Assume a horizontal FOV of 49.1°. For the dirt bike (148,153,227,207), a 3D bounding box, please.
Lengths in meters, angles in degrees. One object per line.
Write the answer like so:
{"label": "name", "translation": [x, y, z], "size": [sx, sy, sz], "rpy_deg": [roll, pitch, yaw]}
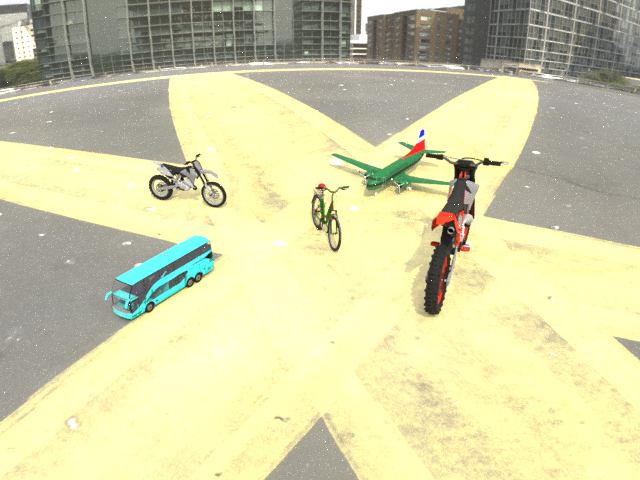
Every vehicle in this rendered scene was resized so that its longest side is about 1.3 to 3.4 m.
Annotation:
{"label": "dirt bike", "translation": [-2.294, -1.022, 12.009], "size": [1.493, 0.857, 0.527], "rpy_deg": [9, 28, 16]}

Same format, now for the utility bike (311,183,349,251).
{"label": "utility bike", "translation": [0.135, -0.479, 10.858], "size": [0.535, 0.946, 1.435], "rpy_deg": [-8, 28, -16]}

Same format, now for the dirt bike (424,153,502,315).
{"label": "dirt bike", "translation": [1.844, -0.260, 9.644], "size": [1.024, 1.666, 2.903], "rpy_deg": [10, 29, 18]}

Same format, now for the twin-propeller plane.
{"label": "twin-propeller plane", "translation": [1.435, -1.421, 12.857], "size": [2.663, 0.792, 2.129], "rpy_deg": [18, 32, 31]}

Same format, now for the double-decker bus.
{"label": "double-decker bus", "translation": [-2.105, 0.493, 9.411], "size": [0.389, 0.541, 1.672], "rpy_deg": [17, 32, 30]}
